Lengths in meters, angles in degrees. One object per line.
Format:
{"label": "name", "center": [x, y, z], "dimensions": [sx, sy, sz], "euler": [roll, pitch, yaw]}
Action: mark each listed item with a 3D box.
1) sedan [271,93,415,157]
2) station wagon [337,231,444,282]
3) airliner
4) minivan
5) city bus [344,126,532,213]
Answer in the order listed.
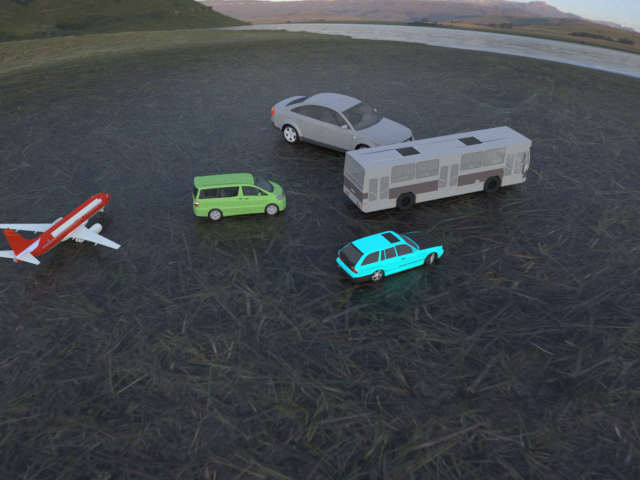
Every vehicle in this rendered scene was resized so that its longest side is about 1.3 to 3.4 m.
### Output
{"label": "sedan", "center": [0.437, -2.357, 14.085], "dimensions": [3.137, 0.940, 1.235], "euler": [20, 36, 30]}
{"label": "station wagon", "center": [1.055, 0.157, 10.269], "dimensions": [1.597, 0.473, 0.682], "euler": [-15, 34, -23]}
{"label": "airliner", "center": [-3.969, -0.357, 10.787], "dimensions": [2.257, 0.835, 2.541], "euler": [9, 32, 15]}
{"label": "minivan", "center": [-1.348, -0.766, 11.699], "dimensions": [1.548, 0.616, 0.681], "euler": [-6, 31, -10]}
{"label": "city bus", "center": [2.059, -1.223, 12.201], "dimensions": [3.255, 0.894, 0.926], "euler": [-11, 32, -19]}
